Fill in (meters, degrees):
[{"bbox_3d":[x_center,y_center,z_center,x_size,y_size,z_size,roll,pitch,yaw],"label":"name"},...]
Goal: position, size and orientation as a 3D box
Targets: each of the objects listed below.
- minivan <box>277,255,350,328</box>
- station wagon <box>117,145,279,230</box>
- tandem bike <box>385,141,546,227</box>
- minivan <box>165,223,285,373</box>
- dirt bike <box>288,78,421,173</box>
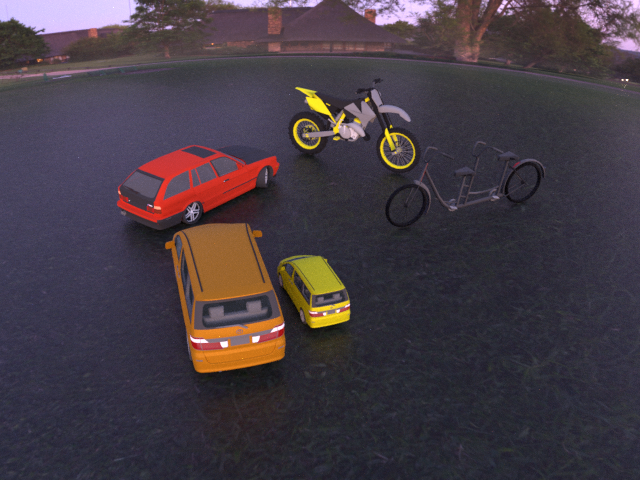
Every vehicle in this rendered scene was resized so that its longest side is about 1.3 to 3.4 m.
[{"bbox_3d":[-0.119,0.584,9.601,0.681,0.616,1.548,-10,31,-18],"label":"minivan"},{"bbox_3d":[-2.065,-1.168,12.442,1.327,0.920,3.105,21,35,33],"label":"station wagon"},{"bbox_3d":[2.526,-1.027,11.771,3.192,1.326,0.550,-12,31,-20],"label":"tandem bike"},{"bbox_3d":[-1.297,0.465,9.216,1.324,1.197,3.011,-8,30,-13],"label":"minivan"},{"bbox_3d":[0.636,-2.276,13.670,2.903,1.666,1.024,15,32,25],"label":"dirt bike"}]
